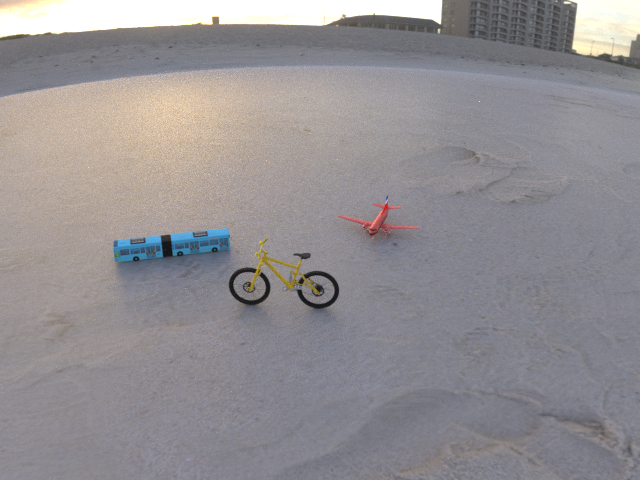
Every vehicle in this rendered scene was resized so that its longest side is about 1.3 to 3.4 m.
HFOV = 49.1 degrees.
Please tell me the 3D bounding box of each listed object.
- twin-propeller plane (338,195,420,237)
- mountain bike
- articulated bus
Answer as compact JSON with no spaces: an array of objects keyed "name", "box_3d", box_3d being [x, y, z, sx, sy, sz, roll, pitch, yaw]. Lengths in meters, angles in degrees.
[{"name":"twin-propeller plane","box_3d":[0.970,-0.364,11.358,1.370,0.407,1.095,9,28,17]},{"name":"mountain bike","box_3d":[-0.479,0.495,9.163,1.469,0.868,0.573,3,27,5]},{"name":"articulated bus","box_3d":[-2.225,0.077,10.623,1.749,0.289,0.311,-7,28,-13]}]
